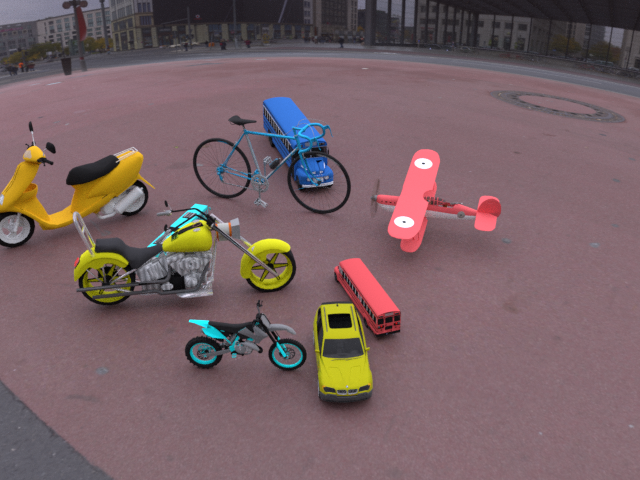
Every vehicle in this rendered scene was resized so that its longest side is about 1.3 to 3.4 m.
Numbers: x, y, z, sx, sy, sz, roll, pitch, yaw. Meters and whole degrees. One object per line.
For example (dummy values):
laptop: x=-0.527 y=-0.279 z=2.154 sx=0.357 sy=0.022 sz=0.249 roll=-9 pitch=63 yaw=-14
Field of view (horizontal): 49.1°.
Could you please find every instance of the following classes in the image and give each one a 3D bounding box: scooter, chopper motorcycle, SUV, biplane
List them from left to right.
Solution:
scooter: x=-4.049 y=-0.970 z=11.374 sx=2.721 sy=1.786 sz=1.288 roll=-19 pitch=34 yaw=-30
chopper motorcycle: x=-1.848 y=0.169 z=9.658 sx=3.040 sy=1.480 sz=0.906 roll=-6 pitch=30 yaw=-10
SUV: x=0.254 y=1.318 z=8.530 sx=0.656 sy=0.580 sz=1.572 roll=-2 pitch=29 yaw=-3
biplane: x=1.844 y=-0.509 z=11.375 sx=2.120 sy=0.981 sz=2.598 roll=8 pitch=30 yaw=14

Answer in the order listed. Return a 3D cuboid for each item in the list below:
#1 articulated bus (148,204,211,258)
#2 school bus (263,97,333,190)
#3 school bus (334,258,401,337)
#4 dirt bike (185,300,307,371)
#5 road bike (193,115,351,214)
articulated bus: x=-2.302 y=-0.100 z=11.354 sx=0.311 sy=0.289 sz=1.749 roll=9 pitch=31 yaw=16
school bus: x=-0.484 y=-1.998 z=14.167 sx=0.709 sy=0.844 sz=3.322 roll=-8 pitch=30 yaw=-14
school bus: x=0.617 y=0.722 z=9.740 sx=0.365 sy=0.434 sz=1.708 roll=-9 pitch=31 yaw=-16
dirt bike: x=-0.905 y=1.211 z=8.437 sx=1.493 sy=0.857 sz=0.527 roll=1 pitch=29 yaw=3
road bike: x=-0.893 y=-1.344 z=12.173 sx=3.004 sy=1.656 sz=0.696 roll=10 pitch=31 yaw=17
